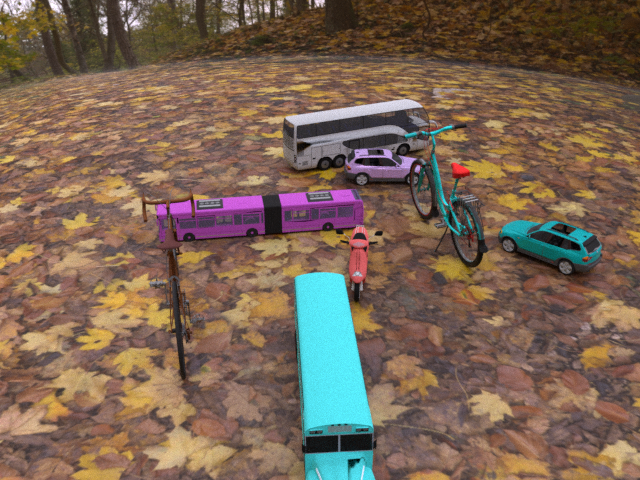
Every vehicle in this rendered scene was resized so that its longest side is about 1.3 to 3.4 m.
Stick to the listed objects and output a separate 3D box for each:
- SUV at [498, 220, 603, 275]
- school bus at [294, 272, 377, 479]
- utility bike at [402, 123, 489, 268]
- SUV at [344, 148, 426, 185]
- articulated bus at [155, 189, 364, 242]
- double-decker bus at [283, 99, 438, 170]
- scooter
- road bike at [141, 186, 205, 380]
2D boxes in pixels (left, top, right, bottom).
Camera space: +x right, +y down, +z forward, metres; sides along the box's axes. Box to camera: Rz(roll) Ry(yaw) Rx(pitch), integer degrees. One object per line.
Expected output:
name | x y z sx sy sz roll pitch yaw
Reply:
SUV | 3.535 0.008 10.783 1.572 0.580 0.656 25 37 38
school bus | 0.104 1.552 7.666 0.709 0.844 3.322 -2 29 -3
utility bike | 1.874 -0.785 10.924 1.039 1.839 2.791 -8 29 -14
SUV | 1.244 -1.430 13.427 1.572 0.580 0.656 0 29 0
articulated bus | -0.989 -0.415 11.580 3.401 0.561 0.605 -4 29 -8
double-decker bus | 0.828 -2.171 14.297 3.251 1.052 0.756 -12 31 -22
scooter | 0.559 0.188 10.096 0.662 0.919 1.399 2 29 4
road bike | -1.853 0.412 8.913 0.696 1.656 3.004 -6 29 -11
